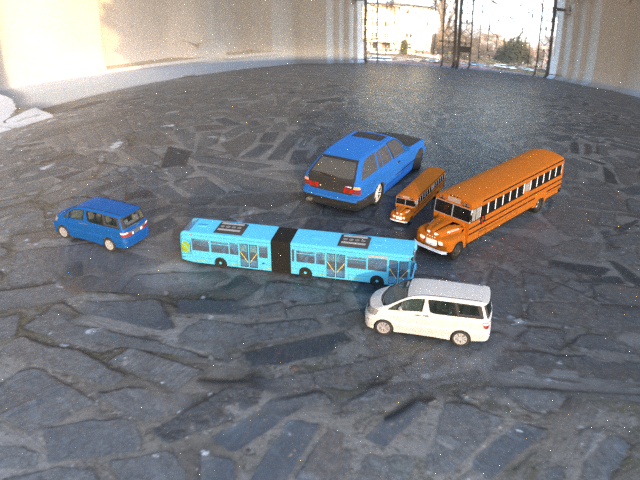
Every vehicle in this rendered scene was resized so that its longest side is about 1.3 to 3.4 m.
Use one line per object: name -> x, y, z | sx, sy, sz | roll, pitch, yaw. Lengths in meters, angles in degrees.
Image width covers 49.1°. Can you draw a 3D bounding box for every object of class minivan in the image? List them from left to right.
minivan -> -3.424, -0.311, 10.840 | 1.548, 0.616, 0.681 | 14, 31, 24
minivan -> 1.337, 0.833, 8.659 | 1.548, 0.616, 0.681 | 7, 28, 13

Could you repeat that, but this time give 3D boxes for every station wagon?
station wagon -> 0.909, -1.486, 12.753 | 1.327, 0.920, 3.105 | 15, 31, 26

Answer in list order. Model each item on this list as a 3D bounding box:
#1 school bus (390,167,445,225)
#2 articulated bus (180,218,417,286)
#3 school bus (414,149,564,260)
school bus -> 1.669, -0.763, 11.897 | 0.365, 0.434, 1.708 | 14, 31, 25
articulated bus -> -0.310, 0.167, 9.988 | 3.401, 0.561, 0.605 | 6, 28, 11
school bus -> 2.768, -0.640, 11.221 | 3.322, 0.844, 0.709 | -25, 36, -39
